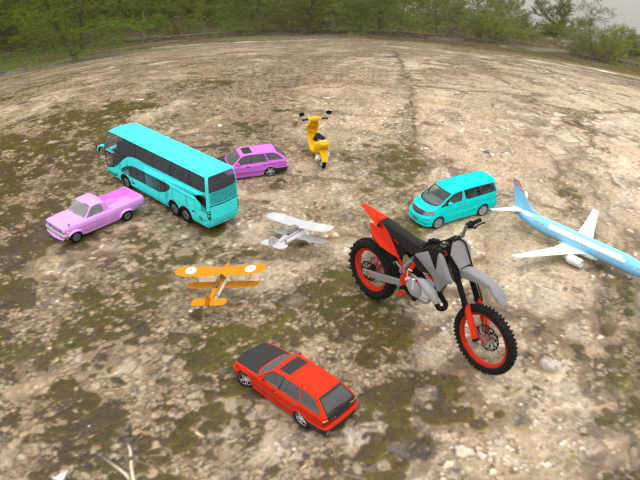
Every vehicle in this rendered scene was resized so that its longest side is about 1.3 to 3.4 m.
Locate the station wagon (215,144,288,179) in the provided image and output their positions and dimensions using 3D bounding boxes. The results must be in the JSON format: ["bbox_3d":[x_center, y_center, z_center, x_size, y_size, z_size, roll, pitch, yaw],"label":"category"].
[{"bbox_3d":[-1.430,-1.489,13.324,1.597,0.473,0.682,-9,32,-15],"label":"station wagon"}]

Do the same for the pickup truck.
[{"bbox_3d":[-3.720,-0.492,11.622,0.640,0.511,1.603,25,39,35],"label":"pickup truck"}]

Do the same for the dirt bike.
[{"bbox_3d":[1.365,0.472,8.885,1.024,1.666,2.903,-22,37,-32],"label":"dirt bike"}]

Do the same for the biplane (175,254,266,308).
[{"bbox_3d":[-1.432,0.620,9.768,1.336,0.504,1.090,5,31,9],"label":"biplane"}]

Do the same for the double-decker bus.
[{"bbox_3d":[-2.710,-1.209,12.293,3.251,1.052,0.756,26,40,36],"label":"double-decker bus"}]

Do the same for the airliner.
[{"bbox_3d":[3.936,-0.177,10.779,2.257,0.835,2.541,-24,38,-34],"label":"airliner"}]

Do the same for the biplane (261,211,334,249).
[{"bbox_3d":[-0.434,-0.102,10.976,1.336,0.504,1.090,24,38,34],"label":"biplane"}]

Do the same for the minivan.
[{"bbox_3d":[2.261,-0.701,11.869,1.548,0.616,0.681,-15,34,-24],"label":"minivan"}]

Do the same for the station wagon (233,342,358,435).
[{"bbox_3d":[-0.324,1.618,8.131,1.597,0.473,0.682,26,39,36],"label":"station wagon"}]

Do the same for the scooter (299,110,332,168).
[{"bbox_3d":[-0.054,-2.044,13.817,0.662,0.919,1.399,-7,32,-11],"label":"scooter"}]
